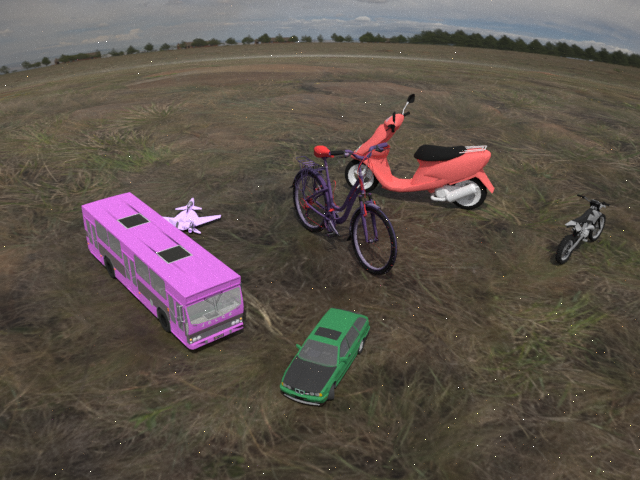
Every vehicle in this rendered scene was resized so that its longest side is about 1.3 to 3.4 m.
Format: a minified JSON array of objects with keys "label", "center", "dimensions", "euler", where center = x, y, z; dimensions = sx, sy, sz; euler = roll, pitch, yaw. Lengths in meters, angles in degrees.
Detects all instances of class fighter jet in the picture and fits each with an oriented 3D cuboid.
[{"label":"fighter jet","center":[-2.276,-0.511,12.037],"dimensions":[1.147,0.286,1.358],"euler":[-1,29,-2]}]

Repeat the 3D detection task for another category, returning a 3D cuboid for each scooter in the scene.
[{"label":"scooter","center":[1.727,-1.500,12.284],"dimensions":[2.721,1.786,1.288],"euler":[11,30,19]}]

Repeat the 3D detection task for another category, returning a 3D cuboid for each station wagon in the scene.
[{"label":"station wagon","center":[0.081,1.335,8.461],"dimensions":[0.682,0.473,1.597],"euler":[12,31,21]}]

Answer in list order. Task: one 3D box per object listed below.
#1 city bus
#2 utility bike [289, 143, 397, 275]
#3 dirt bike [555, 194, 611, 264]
[{"label":"city bus","center":[-2.287,0.353,9.822],"dimensions":[0.926,0.894,3.255],"euler":[-21,35,-33]},{"label":"utility bike","center":[0.375,-0.710,10.781],"dimensions":[1.039,1.839,2.791],"euler":[-18,34,-30]},{"label":"dirt bike","center":[4.093,-0.202,10.876],"dimensions":[1.493,0.857,0.527],"euler":[-25,37,-38]}]
